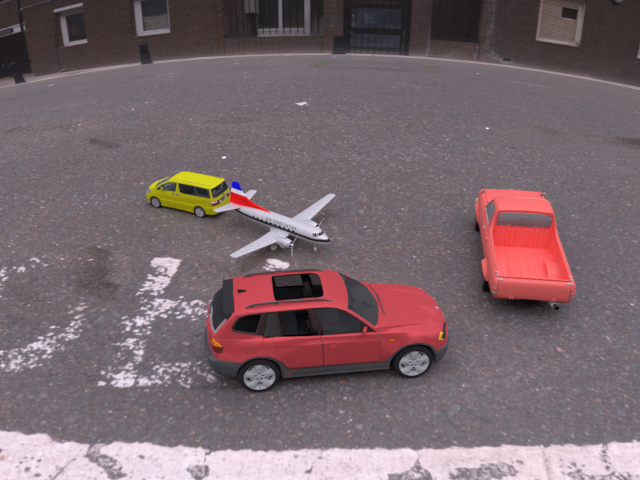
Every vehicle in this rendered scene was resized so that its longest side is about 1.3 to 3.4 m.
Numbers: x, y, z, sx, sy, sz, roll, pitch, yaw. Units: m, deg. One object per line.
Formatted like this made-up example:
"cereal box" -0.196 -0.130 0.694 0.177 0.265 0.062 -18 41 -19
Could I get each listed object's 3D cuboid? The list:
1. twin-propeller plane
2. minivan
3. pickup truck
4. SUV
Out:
"twin-propeller plane" -0.695 -0.384 11.528 2.129 0.792 2.663 20 35 31
"minivan" -2.392 -0.876 12.574 1.548 0.616 0.681 13 32 21
"pickup truck" 3.077 -0.058 10.751 1.244 0.993 3.117 4 30 6
"SUV" 0.080 0.999 8.752 3.058 1.128 1.276 -4 30 -7
